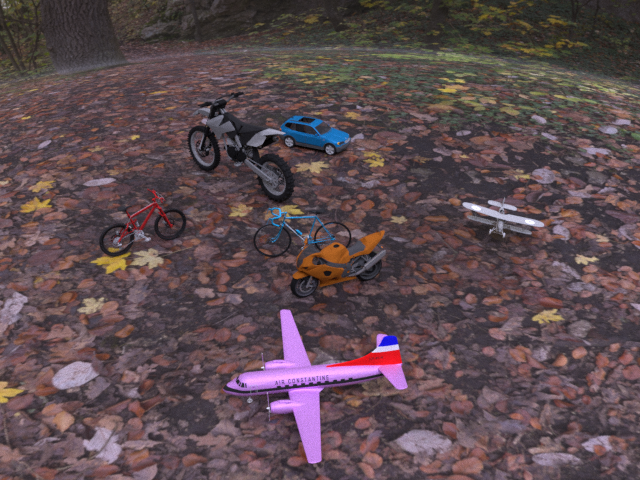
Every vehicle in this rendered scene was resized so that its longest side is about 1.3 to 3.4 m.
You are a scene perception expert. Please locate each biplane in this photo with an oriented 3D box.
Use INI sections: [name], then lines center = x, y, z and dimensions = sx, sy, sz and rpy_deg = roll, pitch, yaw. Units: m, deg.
[biplane]
center = 3.054, -0.373, 11.727
dimensions = 1.336, 0.504, 1.090
rpy_deg = 8, 31, 13

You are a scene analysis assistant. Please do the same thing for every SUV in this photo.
[SUV]
center = -0.114, -2.270, 14.945
dimensions = 1.572, 0.580, 0.656
rpy_deg = 14, 33, 23

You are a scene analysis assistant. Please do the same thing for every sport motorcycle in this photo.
[sport motorcycle]
center = 0.264, 0.342, 10.168
dimensions = 1.520, 0.821, 0.506
rpy_deg = -14, 33, -23

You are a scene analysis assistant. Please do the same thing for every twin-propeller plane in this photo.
[twin-propeller plane]
center = -0.074, 1.517, 8.157
dimensions = 2.129, 0.792, 2.663
rpy_deg = -5, 30, -8

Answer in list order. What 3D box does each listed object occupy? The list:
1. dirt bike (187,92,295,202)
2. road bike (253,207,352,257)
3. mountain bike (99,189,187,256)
[dirt bike]
center = -1.560, -1.782, 13.009
dimensions = 2.903, 1.666, 1.024
rpy_deg = 24, 38, 36
[road bike]
center = -0.273, -0.120, 10.939
dimensions = 1.545, 0.852, 0.358
rpy_deg = -2, 30, -4
[mountain bike]
center = -2.823, -0.263, 11.171
dimensions = 1.469, 0.868, 0.573
rpy_deg = -19, 35, -30
